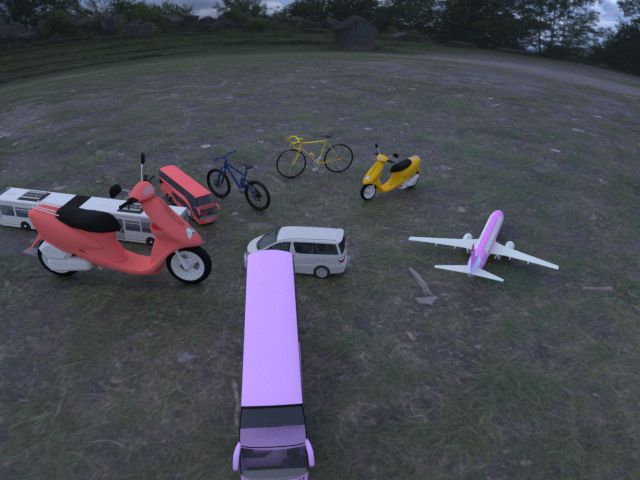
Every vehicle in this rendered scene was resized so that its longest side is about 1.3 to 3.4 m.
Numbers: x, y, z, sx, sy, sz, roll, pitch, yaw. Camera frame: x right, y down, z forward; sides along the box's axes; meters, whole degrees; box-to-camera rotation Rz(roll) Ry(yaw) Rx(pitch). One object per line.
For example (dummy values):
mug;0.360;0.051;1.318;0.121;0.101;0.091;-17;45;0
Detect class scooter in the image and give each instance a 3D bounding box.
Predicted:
scooter;-2.913;-0.203;9.952;2.721;1.786;1.288;3;29;5
scooter;1.314;-1.271;12.753;1.399;0.919;0.662;-18;34;-29

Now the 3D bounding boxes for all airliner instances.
airliner;2.556;-0.102;10.748;2.257;0.835;2.541;12;31;20

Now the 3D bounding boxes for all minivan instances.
minivan;-0.373;0.144;10.532;1.548;0.616;0.681;3;29;6

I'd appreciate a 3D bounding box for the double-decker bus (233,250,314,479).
double-decker bus;-0.541;1.343;7.939;0.756;1.052;3.251;-2;29;-3

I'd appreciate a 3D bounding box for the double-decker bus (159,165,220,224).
double-decker bus;-2.324;-0.791;12.282;0.389;0.541;1.672;-19;34;-30

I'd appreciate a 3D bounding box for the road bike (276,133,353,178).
road bike;-0.093;-1.638;13.480;1.545;0.852;0.358;-8;30;-14

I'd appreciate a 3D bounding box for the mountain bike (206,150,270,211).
mountain bike;-1.466;-1.039;12.390;1.469;0.868;0.573;19;34;30

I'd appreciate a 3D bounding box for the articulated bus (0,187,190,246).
articulated bus;-3.785;-0.385;11.535;3.401;0.561;0.605;7;30;12
